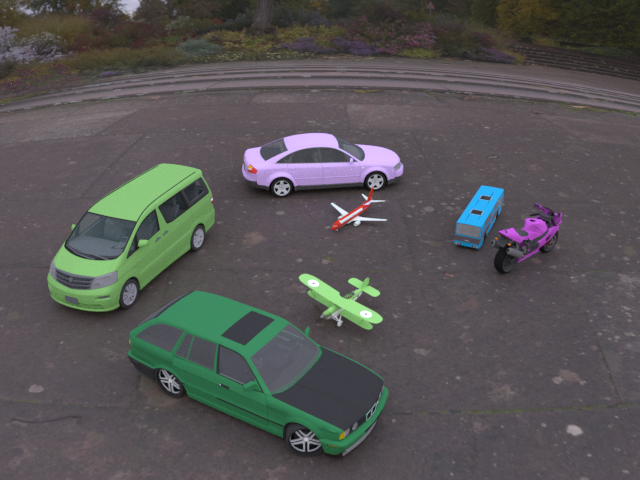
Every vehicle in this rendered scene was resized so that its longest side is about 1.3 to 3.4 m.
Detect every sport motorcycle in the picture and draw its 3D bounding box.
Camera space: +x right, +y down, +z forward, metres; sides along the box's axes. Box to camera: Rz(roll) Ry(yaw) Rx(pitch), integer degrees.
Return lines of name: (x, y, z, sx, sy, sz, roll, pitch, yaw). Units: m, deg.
sport motorcycle: (3.217, -0.018, 10.793, 1.520, 0.821, 0.506, -20, 34, -33)

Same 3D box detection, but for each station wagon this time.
station wagon: (-0.745, 1.391, 8.022, 3.105, 0.920, 1.327, 16, 32, 27)

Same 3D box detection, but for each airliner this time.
airliner: (0.587, -0.532, 12.186, 1.161, 0.429, 1.307, 19, 33, 32)

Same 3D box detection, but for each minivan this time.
minivan: (-2.786, -0.109, 10.564, 1.324, 1.197, 3.011, 11, 30, 20)

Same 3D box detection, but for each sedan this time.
sedan: (0.064, -1.535, 13.536, 3.137, 0.940, 1.235, -4, 28, -8)

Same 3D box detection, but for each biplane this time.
biplane: (0.363, 0.838, 9.512, 1.336, 0.504, 1.090, 20, 34, 33)

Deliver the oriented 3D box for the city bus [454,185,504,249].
city bus: (2.717, -0.390, 11.883, 0.476, 0.460, 1.674, 12, 30, 22)
